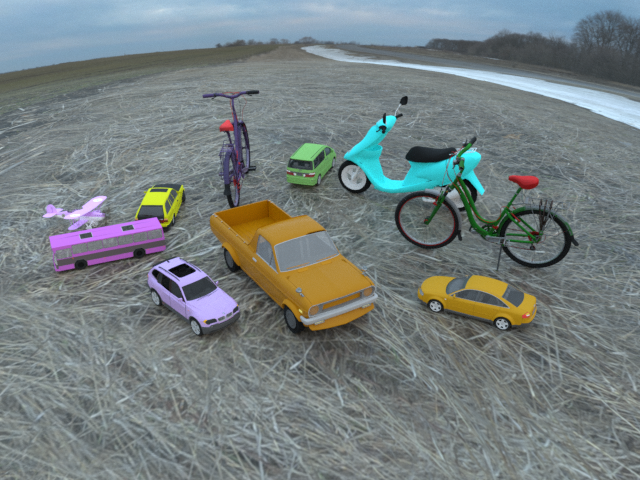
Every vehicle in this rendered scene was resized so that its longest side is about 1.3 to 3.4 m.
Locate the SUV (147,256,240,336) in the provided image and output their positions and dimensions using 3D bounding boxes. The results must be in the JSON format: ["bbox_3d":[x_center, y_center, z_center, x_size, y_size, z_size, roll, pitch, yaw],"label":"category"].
[{"bbox_3d":[-1.751,0.721,9.551,0.656,0.580,1.572,-24,36,-37],"label":"SUV"}]

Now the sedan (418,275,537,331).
[{"bbox_3d":[2.133,0.767,9.568,1.613,0.483,0.635,13,31,23],"label":"sedan"}]

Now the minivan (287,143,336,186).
[{"bbox_3d":[-0.149,-1.567,13.786,0.681,0.616,1.548,9,29,16],"label":"minivan"}]

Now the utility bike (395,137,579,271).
[{"bbox_3d":[2.452,-0.459,10.420,2.791,1.839,1.039,10,30,18],"label":"utility bike"}]

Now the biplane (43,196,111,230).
[{"bbox_3d":[-4.067,-0.431,11.783,1.090,0.504,1.336,3,28,6],"label":"biplane"}]

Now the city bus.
[{"bbox_3d":[-3.286,0.076,10.882,1.674,0.460,0.476,-12,30,-21],"label":"city bus"}]

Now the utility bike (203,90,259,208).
[{"bbox_3d":[-1.632,-1.752,12.835,1.039,1.839,2.791,1,28,1],"label":"utility bike"}]

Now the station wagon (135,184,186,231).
[{"bbox_3d":[-2.788,-0.675,12.271,0.682,0.473,1.597,0,28,1],"label":"station wagon"}]

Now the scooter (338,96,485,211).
[{"bbox_3d":[1.592,-1.489,12.400,2.721,1.786,1.288,12,30,20],"label":"scooter"}]

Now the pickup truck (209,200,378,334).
[{"bbox_3d":[-0.483,0.184,10.116,1.244,0.993,3.117,-16,32,-28],"label":"pickup truck"}]
